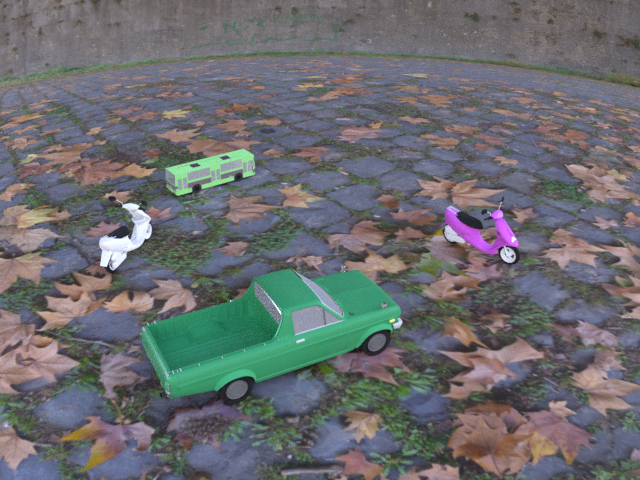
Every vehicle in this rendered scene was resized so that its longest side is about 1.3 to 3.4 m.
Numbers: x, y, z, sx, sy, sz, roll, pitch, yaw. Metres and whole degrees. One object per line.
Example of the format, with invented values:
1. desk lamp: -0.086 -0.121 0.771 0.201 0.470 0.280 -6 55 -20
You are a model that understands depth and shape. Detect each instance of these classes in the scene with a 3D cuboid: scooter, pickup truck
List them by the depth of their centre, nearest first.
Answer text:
1. pickup truck: -0.542 1.017 8.521 3.117 0.993 1.244 -14 32 -24
2. scooter: -2.962 -0.152 10.694 0.662 0.919 1.399 9 30 15
3. scooter: 2.476 -0.204 10.788 1.399 0.919 0.662 23 36 35

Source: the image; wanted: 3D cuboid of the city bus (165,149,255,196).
1. city bus: -2.041 -1.265 13.163 1.674 0.460 0.476 -19 34 -31
